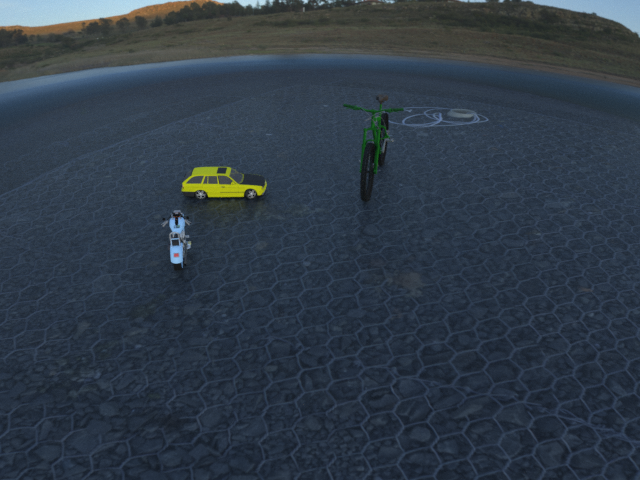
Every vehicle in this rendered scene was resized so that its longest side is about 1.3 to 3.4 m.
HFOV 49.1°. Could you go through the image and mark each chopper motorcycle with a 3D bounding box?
[{"bbox_3d":[-2.282,-0.122,11.240,0.466,0.761,1.563,-4,29,-8],"label":"chopper motorcycle"}]

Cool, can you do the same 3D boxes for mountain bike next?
[{"bbox_3d":[1.084,-1.934,13.568,1.114,1.688,2.857,6,29,11],"label":"mountain bike"}]

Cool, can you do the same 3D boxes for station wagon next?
[{"bbox_3d":[-1.817,-1.112,13.335,1.597,0.473,0.682,0,29,0],"label":"station wagon"}]
